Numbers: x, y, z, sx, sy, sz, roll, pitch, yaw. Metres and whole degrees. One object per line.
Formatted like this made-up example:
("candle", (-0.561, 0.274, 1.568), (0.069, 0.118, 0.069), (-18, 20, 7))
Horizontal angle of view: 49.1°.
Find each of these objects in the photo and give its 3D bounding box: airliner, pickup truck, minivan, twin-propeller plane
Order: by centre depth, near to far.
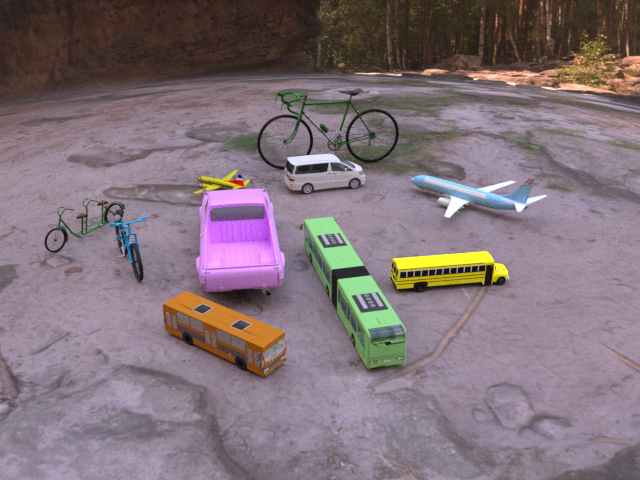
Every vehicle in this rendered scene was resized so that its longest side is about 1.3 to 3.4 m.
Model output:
("pickup truck", (-1.237, -0.138, 10.608), (1.244, 0.993, 3.117), (-3, 26, -7))
("airliner", (2.675, -0.995, 12.558), (2.541, 0.835, 2.257), (22, 33, 38))
("twin-propeller plane", (-1.896, -1.130, 13.327), (1.095, 0.407, 1.370), (13, 29, 25))
("minivan", (0.104, -1.314, 13.469), (1.548, 0.616, 0.681), (-7, 27, -15))

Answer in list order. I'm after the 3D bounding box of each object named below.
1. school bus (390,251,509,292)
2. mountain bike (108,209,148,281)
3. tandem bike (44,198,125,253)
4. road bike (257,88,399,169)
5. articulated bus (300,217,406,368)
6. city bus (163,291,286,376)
("school bus", (1.881, 0.442, 10.050), (1.708, 0.434, 0.365), (-4, 26, -9))
("mountain bike", (-2.880, 0.004, 10.457), (0.573, 0.868, 1.469), (-13, 29, -25))
("tandem bike", (-3.812, -0.347, 11.396), (0.283, 0.682, 1.642), (16, 30, 29))
("road bike", (0.194, -2.298, 14.307), (3.004, 1.656, 0.696), (-6, 26, -12))
("articulated bus", (0.376, 0.578, 9.624), (0.605, 0.561, 3.401), (-6, 27, -13))
("city bus", (-1.190, 1.140, 8.580), (1.674, 0.460, 0.476), (18, 31, 32))
